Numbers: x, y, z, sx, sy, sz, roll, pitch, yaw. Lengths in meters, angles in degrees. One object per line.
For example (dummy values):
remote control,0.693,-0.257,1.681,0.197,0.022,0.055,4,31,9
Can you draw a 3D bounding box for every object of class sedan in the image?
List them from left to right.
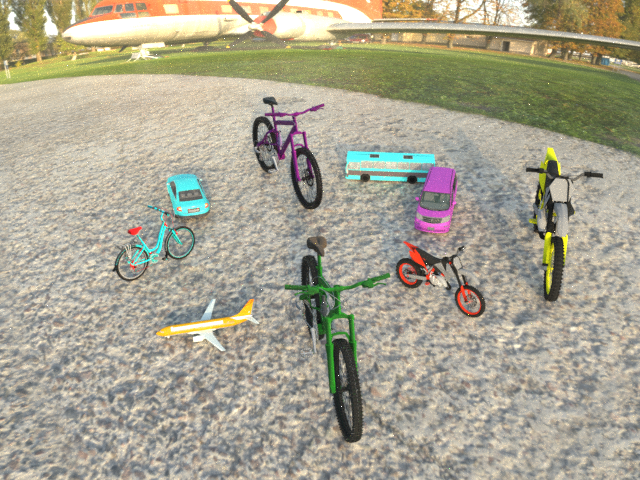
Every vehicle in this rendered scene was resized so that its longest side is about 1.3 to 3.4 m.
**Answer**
sedan,-2.349,-0.853,12.345,0.635,0.483,1.613,-9,31,-16

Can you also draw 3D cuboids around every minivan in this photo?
minivan,1.995,-0.690,11.922,0.681,0.616,1.548,7,30,13

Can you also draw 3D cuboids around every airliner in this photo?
airliner,-1.471,1.025,9.070,1.307,0.429,1.161,-7,30,-12

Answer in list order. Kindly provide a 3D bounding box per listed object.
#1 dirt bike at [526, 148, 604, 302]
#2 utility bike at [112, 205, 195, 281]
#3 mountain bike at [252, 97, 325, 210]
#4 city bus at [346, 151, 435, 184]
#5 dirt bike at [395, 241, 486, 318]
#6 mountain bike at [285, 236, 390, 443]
dirt bike,3.434,-0.397,10.333,1.024,1.666,2.903,6,30,10
utility bike,-2.489,0.006,10.352,0.535,0.946,1.435,26,38,38
mountain bike,-0.651,-1.707,12.635,1.114,1.688,2.857,-14,32,-23
city bus,1.333,-1.371,13.288,1.674,0.460,0.476,3,30,5
dirt bike,1.648,0.480,9.602,1.493,0.857,0.527,26,38,38
mountain bike,0.082,0.898,8.014,1.114,1.688,2.857,-6,30,-10
